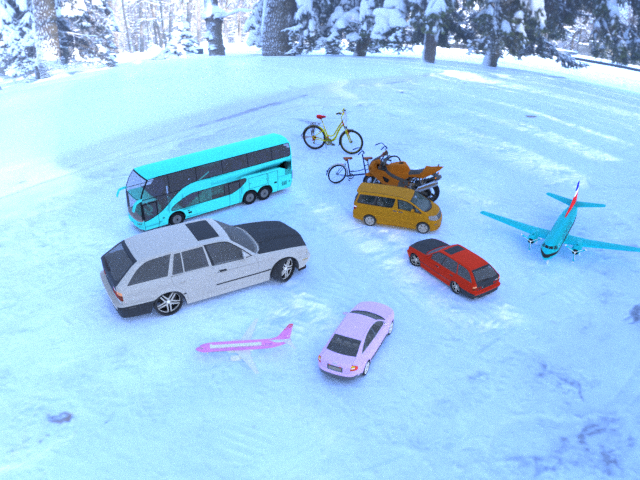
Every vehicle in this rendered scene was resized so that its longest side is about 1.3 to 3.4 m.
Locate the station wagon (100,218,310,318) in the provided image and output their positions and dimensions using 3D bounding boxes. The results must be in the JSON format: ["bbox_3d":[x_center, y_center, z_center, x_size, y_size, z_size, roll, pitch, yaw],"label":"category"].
[{"bbox_3d":[-1.671,0.227,10.511,3.105,0.920,1.327,-15,33,-24],"label":"station wagon"}]

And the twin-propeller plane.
[{"bbox_3d":[4.005,-0.288,11.551,2.663,0.792,2.129,16,33,26],"label":"twin-propeller plane"}]

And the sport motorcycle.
[{"bbox_3d":[1.527,-1.148,13.042,1.520,0.821,0.506,11,31,19],"label":"sport motorcycle"}]

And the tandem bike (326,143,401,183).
[{"bbox_3d":[0.881,-1.526,13.850,1.642,0.682,0.283,-11,31,-19],"label":"tandem bike"}]

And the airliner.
[{"bbox_3d":[-0.973,1.294,9.125,1.307,0.429,1.161,-2,30,-4],"label":"airliner"}]

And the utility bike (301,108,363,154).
[{"bbox_3d":[0.268,-2.375,15.082,1.435,0.946,0.535,10,31,17],"label":"utility bike"}]

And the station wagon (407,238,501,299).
[{"bbox_3d":[2.025,0.335,10.774,0.682,0.473,1.597,-18,34,-29],"label":"station wagon"}]

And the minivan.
[{"bbox_3d":[1.366,-0.581,12.248,1.548,0.616,0.681,9,31,15],"label":"minivan"}]

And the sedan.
[{"bbox_3d":[0.508,1.226,9.191,0.635,0.483,1.613,13,32,21],"label":"sedan"}]

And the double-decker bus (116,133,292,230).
[{"bbox_3d":[-1.990,-1.068,12.665,3.251,1.052,0.756,-20,35,-31],"label":"double-decker bus"}]
